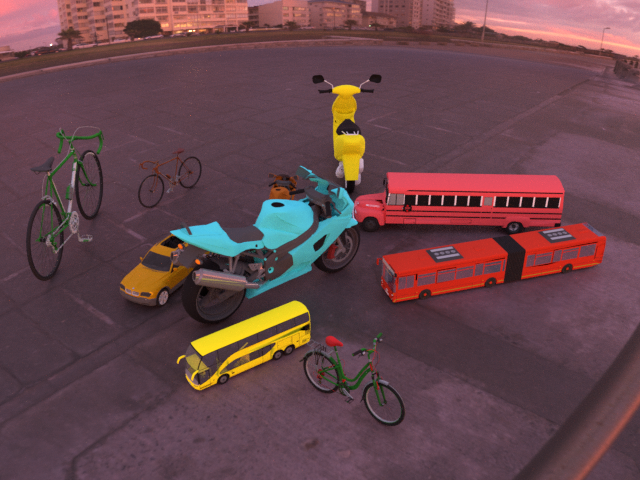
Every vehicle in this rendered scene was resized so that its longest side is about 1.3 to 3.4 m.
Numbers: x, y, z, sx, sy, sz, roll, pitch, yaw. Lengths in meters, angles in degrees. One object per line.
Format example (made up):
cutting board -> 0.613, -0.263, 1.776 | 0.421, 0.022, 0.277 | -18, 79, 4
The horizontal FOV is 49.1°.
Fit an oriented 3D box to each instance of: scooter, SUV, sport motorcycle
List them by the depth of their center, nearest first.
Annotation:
sport motorcycle -> -0.603, 0.069, 9.438 | 2.955, 1.596, 0.983 | -21, 36, -32
SUV -> -2.172, 0.349, 9.972 | 0.656, 0.580, 1.572 | 14, 33, 23
sport motorcycle -> -0.671, -0.521, 11.252 | 0.506, 0.821, 1.520 | 6, 30, 10
scooter -> 0.508, -2.115, 13.070 | 1.288, 1.786, 2.721 | -1, 30, -2

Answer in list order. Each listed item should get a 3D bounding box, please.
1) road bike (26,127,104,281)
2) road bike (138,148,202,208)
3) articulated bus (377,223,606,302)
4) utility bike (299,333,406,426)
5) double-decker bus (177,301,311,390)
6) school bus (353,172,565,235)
road bike -> -3.861, -0.667, 10.668 | 0.696, 1.656, 3.004 | 1, 30, 3
road bike -> -2.629, -1.143, 12.311 | 0.358, 0.852, 1.545 | 19, 35, 29
articulated bus -> 2.506, 0.299, 10.079 | 3.401, 0.561, 0.605 | -9, 31, -15
utility bike -> 0.368, 1.428, 7.716 | 1.435, 0.946, 0.535 | 21, 36, 32
double-decker bus -> -0.870, 1.262, 8.413 | 1.672, 0.541, 0.389 | -20, 35, -30
school bus -> 2.198, -0.619, 11.402 | 3.322, 0.844, 0.709 | 1, 30, 2
